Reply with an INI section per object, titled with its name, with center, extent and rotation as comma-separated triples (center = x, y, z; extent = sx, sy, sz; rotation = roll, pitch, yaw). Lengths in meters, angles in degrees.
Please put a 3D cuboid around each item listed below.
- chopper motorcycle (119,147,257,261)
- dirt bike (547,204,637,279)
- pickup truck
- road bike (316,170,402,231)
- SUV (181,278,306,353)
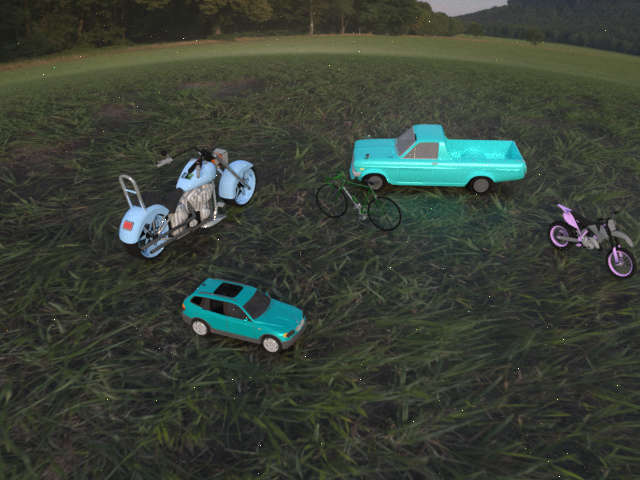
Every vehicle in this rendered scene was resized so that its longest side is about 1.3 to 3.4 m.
[chopper motorcycle]
center = -1.948, -0.788, 10.851
extent = 0.906, 1.480, 3.040
rotation = 15, 32, 26
[dirt bike]
center = 3.940, -0.039, 10.121
extent = 0.527, 0.857, 1.493
rotation = -19, 34, -31
[pickup truck]
center = 2.104, -1.517, 12.709
extent = 3.117, 0.993, 1.244
rotation = 2, 28, 3
[road bike]
center = 0.607, -0.638, 11.234
extent = 1.545, 0.852, 0.358
rotation = 15, 32, 26
[SUV]
center = -0.954, 0.888, 8.698
extent = 1.572, 0.580, 0.656
rotation = 10, 30, 18
